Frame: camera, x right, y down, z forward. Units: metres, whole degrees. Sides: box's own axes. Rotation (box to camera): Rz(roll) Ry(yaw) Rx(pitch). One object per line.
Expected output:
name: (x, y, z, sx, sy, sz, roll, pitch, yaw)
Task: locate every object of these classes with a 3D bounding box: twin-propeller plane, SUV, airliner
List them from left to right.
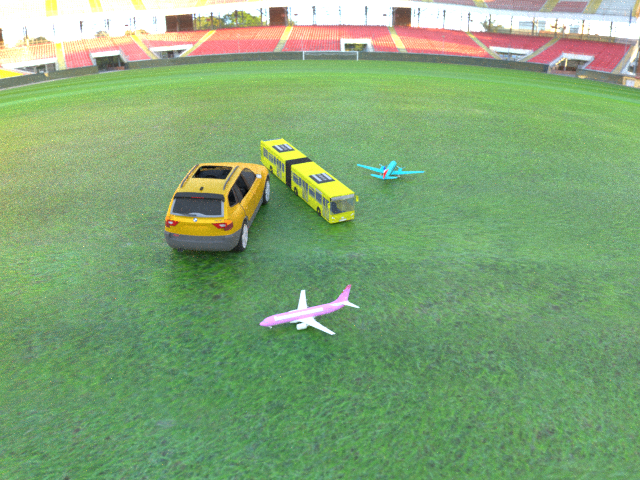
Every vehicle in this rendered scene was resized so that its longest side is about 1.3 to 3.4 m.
SUV: (-1.669, -0.771, 11.783, 1.276, 1.128, 3.058, 3, 27, 6)
airliner: (-0.171, 0.886, 9.243, 1.307, 0.429, 1.161, -10, 28, -18)
twin-propeller plane: (1.375, -1.421, 13.895, 1.370, 0.407, 1.095, 8, 28, 16)

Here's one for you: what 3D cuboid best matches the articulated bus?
articulated bus: (-0.313, -1.199, 13.278, 0.605, 0.561, 3.401, -12, 29, -22)
